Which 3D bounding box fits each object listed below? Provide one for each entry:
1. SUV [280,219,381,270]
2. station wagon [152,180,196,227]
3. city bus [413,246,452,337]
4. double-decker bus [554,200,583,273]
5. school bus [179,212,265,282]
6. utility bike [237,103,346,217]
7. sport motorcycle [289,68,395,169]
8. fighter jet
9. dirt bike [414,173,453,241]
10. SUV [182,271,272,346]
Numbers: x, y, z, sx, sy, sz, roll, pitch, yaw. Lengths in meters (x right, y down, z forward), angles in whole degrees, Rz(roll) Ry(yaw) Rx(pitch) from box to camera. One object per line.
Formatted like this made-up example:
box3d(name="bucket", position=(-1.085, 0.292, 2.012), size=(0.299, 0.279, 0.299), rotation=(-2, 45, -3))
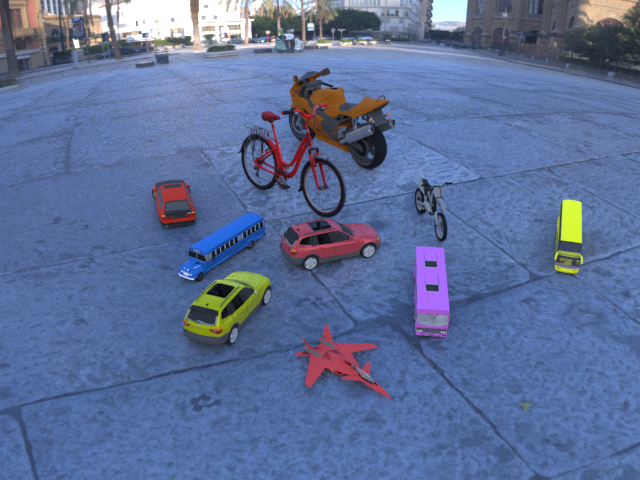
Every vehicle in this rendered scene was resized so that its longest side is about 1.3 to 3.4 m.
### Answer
box3d(name="SUV", position=(0.166, -0.012, 10.786), size=(1.572, 0.580, 0.656), rotation=(-11, 30, -20))
box3d(name="station wagon", position=(-2.565, -0.746, 12.260), size=(0.682, 0.473, 1.597), rotation=(-8, 29, -15))
box3d(name="city bus", position=(1.515, 0.689, 9.613), size=(0.476, 0.460, 1.674), rotation=(3, 28, 6))
box3d(name="double-decker bus", position=(3.881, -0.057, 10.911), size=(0.389, 0.541, 1.672), rotation=(9, 30, 16))
box3d(name="school bus", position=(-1.495, 0.092, 10.747), size=(0.365, 0.434, 1.708), rotation=(17, 33, 29))
box3d(name="utility bike", position=(-0.489, -1.566, 12.342), size=(2.791, 1.839, 1.039), rotation=(25, 37, 38))
box3d(name="sport motorcycle", position=(0.315, -2.509, 14.346), size=(0.983, 1.596, 2.955), rotation=(-22, 35, -35))
box3d(name="fighter jet", position=(0.351, 1.477, 8.334), size=(1.147, 0.286, 1.358), rotation=(-23, 36, -36))
box3d(name="dirt bike", position=(1.852, -0.615, 11.613), size=(0.527, 0.857, 1.493), rotation=(-5, 29, -10))
box3d(name="SUV", position=(-1.203, 0.806, 9.268), size=(0.656, 0.580, 1.572), rotation=(11, 30, 19))
